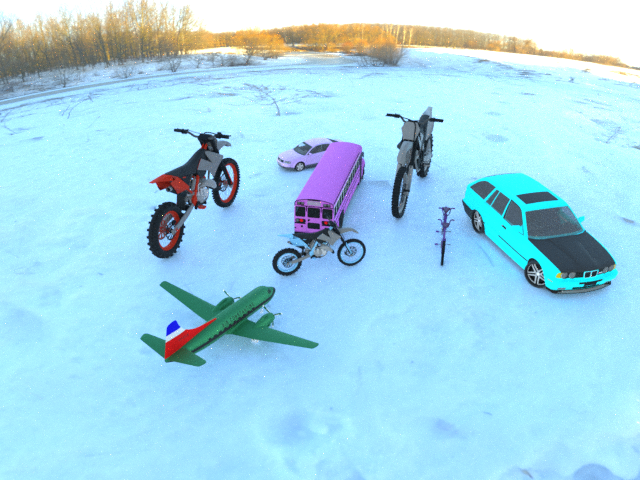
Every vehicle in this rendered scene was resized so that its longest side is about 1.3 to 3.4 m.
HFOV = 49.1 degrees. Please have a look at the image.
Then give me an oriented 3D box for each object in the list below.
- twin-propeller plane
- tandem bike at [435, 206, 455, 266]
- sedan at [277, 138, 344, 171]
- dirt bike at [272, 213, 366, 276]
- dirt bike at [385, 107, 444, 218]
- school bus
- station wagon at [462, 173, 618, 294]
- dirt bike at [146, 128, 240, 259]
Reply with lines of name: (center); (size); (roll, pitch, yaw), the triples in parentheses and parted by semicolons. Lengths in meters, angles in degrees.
twin-propeller plane: (-1.241, 0.972, 9.048); (2.663, 0.792, 2.129); (18, 33, 30)
tandem bike: (2.031, -0.202, 11.384); (0.283, 0.682, 1.642); (5, 28, 9)
sedan: (-0.141, -1.847, 14.705); (1.613, 0.483, 0.635); (-15, 31, -26)
dirt bike: (-0.004, 0.088, 10.648); (1.493, 0.857, 0.527); (-8, 29, -14)
dirt bike: (1.769, -1.593, 12.960); (1.024, 1.666, 2.903); (9, 29, 17)
school bus: (0.257, -1.015, 12.748); (0.709, 0.844, 3.322); (6, 28, 11)
station wagon: (3.448, -0.245, 11.210); (1.327, 0.920, 3.105); (-7, 29, -14)
dirt bike: (-2.073, -0.929, 11.705); (1.024, 1.666, 2.903); (10, 30, 19)
